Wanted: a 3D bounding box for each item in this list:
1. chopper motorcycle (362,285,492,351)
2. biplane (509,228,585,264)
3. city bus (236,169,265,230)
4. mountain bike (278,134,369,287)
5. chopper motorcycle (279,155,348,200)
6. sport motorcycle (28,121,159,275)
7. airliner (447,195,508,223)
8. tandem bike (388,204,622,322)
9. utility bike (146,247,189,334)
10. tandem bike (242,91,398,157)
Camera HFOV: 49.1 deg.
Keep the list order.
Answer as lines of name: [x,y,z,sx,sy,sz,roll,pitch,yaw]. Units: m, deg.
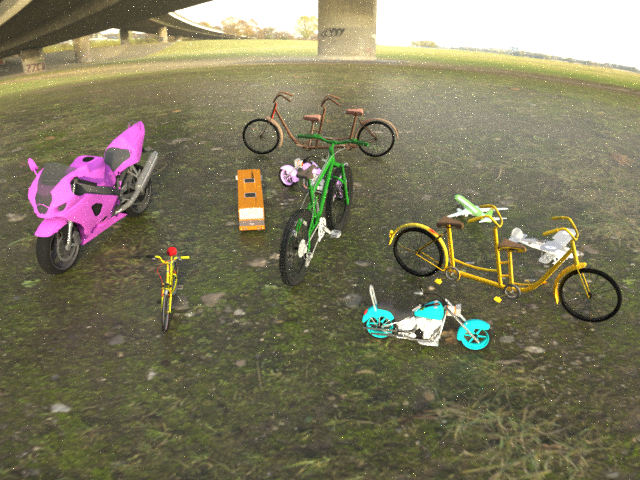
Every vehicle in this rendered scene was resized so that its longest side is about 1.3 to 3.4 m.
chopper motorcycle: [1.295,0.944,8.468,1.563,0.761,0.466,5,28,9]
biplane: [3.376,0.079,10.419,1.090,0.504,1.336,17,32,30]
city bus: [-1.186,-0.686,11.945,0.476,0.460,1.674,-3,28,-6]
mountain bike: [0.010,-0.539,10.325,1.114,1.688,2.857,10,29,18]
chopper motorcycle: [-0.112,-1.181,12.576,1.563,0.761,0.466,19,33,32]
sport motorcycle: [-3.434,-0.713,10.762,0.983,1.596,2.955,8,28,15]
airliner: [2.593,-0.604,11.821,1.161,0.429,1.307,-8,29,-16]
tandem bike: [2.379,0.189,9.314,3.192,1.326,0.550,15,31,26]
utility bike: [-1.917,0.517,9.093,0.535,0.946,1.435,-2,27,-4]
tandem bike: [0.000,-2.324,14.170,3.192,1.326,0.550,1,27,3]
